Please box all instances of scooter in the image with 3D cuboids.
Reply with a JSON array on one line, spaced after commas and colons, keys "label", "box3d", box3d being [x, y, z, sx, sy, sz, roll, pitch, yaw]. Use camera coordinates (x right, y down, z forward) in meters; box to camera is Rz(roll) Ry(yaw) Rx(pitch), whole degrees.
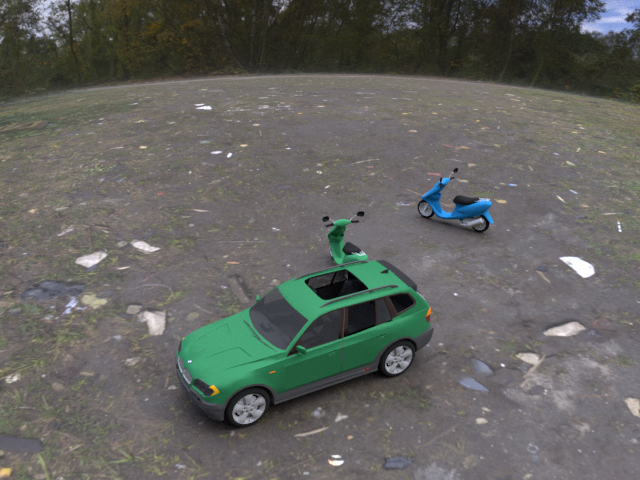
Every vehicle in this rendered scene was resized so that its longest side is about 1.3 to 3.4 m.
[{"label": "scooter", "box3d": [0.397, 0.098, 10.313, 0.662, 0.919, 1.399, -9, 27, -17]}, {"label": "scooter", "box3d": [2.300, -0.676, 11.890, 1.399, 0.919, 0.662, 17, 31, 31]}]

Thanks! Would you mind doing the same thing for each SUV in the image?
[{"label": "SUV", "box3d": [-0.142, 1.058, 8.121, 3.058, 1.128, 1.276, -13, 29, -25]}]
